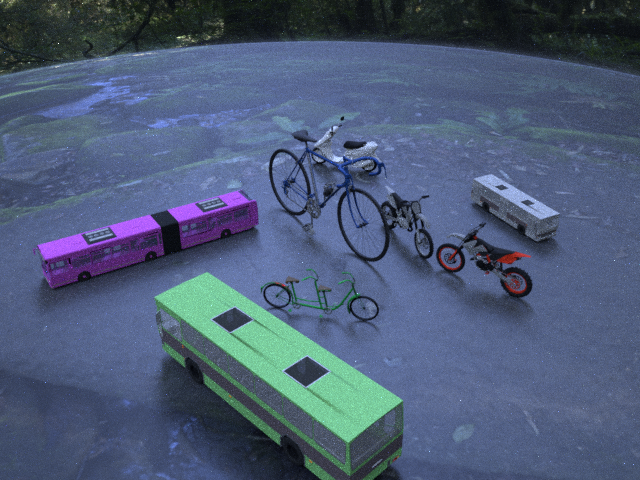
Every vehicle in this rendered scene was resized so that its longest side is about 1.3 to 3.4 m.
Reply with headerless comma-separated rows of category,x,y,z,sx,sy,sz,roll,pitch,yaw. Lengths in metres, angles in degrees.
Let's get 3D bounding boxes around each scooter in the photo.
scooter,0.483,-1.801,13.338,1.399,0.919,0.662,11,33,18

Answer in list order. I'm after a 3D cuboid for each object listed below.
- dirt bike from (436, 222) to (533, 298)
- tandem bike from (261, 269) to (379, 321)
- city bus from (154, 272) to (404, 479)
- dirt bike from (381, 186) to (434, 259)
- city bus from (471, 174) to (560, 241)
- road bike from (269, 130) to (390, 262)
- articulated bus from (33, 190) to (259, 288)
dirt bike,2.321,0.265,9.920,1.493,0.857,0.527,21,37,31
tandem bike,-0.017,0.711,9.341,1.642,0.682,0.283,7,31,12
city bus,-0.575,1.502,7.802,0.926,0.894,3.255,-27,40,-37
dirt bike,1.359,-0.341,10.940,0.527,0.857,1.493,-14,33,-22
city bus,3.212,-0.543,11.668,0.476,0.460,1.674,-15,34,-24
road bike,0.060,-0.804,10.938,0.696,1.656,3.004,-22,37,-32
articulated bus,-2.557,-0.066,10.767,3.401,0.561,0.605,-18,35,-28
